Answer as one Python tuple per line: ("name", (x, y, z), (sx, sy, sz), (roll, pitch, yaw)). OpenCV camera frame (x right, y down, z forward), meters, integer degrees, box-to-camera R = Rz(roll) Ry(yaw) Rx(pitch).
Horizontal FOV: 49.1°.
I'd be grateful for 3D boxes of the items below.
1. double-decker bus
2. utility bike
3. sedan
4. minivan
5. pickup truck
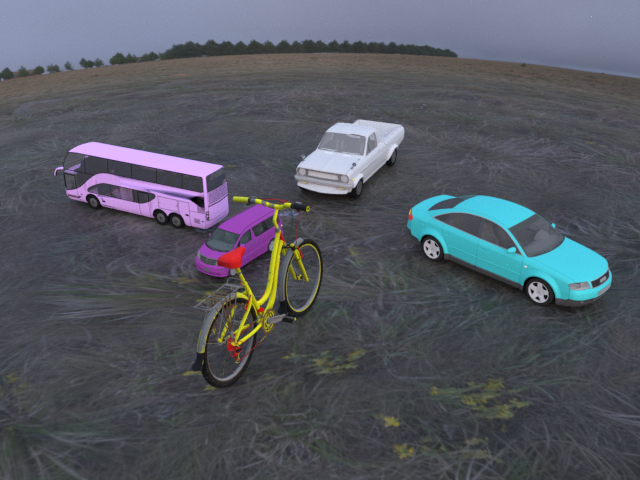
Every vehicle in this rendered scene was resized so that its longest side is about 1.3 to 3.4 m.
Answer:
("double-decker bus", (-3.093, -0.973, 12.079), (3.251, 1.052, 0.756), (12, 29, 23))
("utility bike", (-0.744, 0.461, 8.321), (1.039, 1.839, 2.791), (14, 30, 25))
("sedan", (2.709, -0.003, 10.259), (1.235, 0.940, 3.137), (-23, 35, -39))
("minivan", (-1.216, 0.000, 10.615), (0.681, 0.616, 1.548), (16, 31, 30))
("pickup truck", (0.661, -1.769, 13.740), (1.244, 0.993, 3.117), (12, 29, 22))
